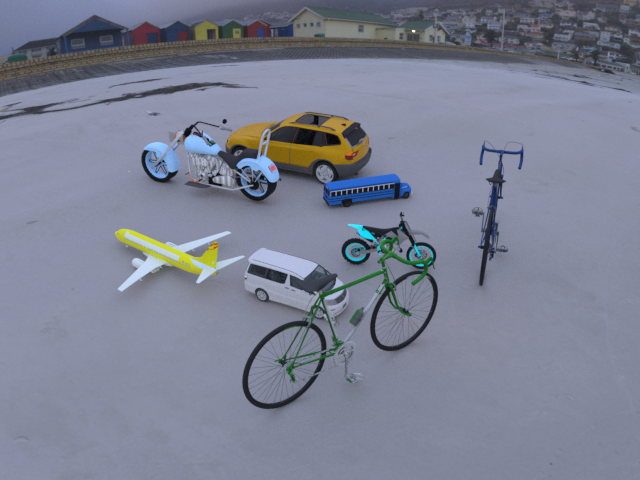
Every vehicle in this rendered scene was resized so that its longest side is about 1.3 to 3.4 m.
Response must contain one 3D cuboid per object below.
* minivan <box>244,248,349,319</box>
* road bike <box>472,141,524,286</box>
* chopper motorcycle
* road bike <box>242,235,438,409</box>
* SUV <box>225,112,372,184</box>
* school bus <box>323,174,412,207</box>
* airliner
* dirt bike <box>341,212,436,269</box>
[{"bbox_3d":[-0.334,0.612,10.165,1.548,0.616,0.681,14,32,24],"label":"minivan"},{"bbox_3d":[2.764,-0.527,11.151,0.696,1.656,3.004,8,30,15],"label":"road bike"},{"bbox_3d":[-2.151,-1.610,13.297,3.040,1.480,0.906,13,32,23],"label":"chopper motorcycle"},{"bbox_3d":[0.353,0.969,8.440,3.004,1.656,0.696,-19,34,-31],"label":"road bike"},{"bbox_3d":[-0.465,-2.018,14.400,3.058,1.128,1.276,12,31,21],"label":"SUV"},{"bbox_3d":[0.918,-0.945,13.174,1.708,0.434,0.365,-9,30,-16],"label":"school bus"},{"bbox_3d":[-2.430,0.050,10.957,2.541,0.835,2.257,21,35,33],"label":"airliner"},{"bbox_3d":[1.081,0.040,10.951,1.493,0.857,0.527,4,29,7],"label":"dirt bike"}]
